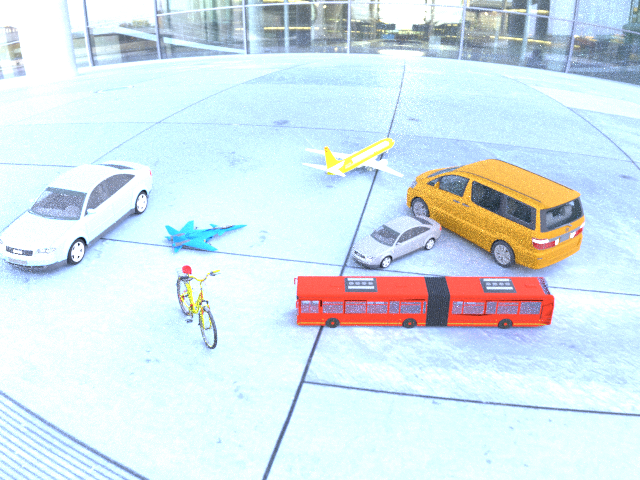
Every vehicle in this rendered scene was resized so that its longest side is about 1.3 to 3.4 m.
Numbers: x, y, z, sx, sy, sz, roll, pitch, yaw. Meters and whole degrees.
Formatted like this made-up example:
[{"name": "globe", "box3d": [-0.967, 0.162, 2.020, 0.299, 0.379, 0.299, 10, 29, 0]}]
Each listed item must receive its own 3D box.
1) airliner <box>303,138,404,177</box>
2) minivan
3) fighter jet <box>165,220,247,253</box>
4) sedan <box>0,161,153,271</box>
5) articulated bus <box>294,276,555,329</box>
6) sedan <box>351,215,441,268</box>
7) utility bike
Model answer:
[{"name": "airliner", "box3d": [0.800, -1.786, 13.723, 2.257, 0.835, 2.541, 20, 35, 31]}, {"name": "minivan", "box3d": [2.706, -0.610, 11.241, 1.324, 1.197, 3.011, -19, 34, -31]}, {"name": "fighter jet", "box3d": [-1.809, -0.166, 11.380, 1.358, 0.286, 1.147, -15, 32, -25]}, {"name": "sedan", "box3d": [-3.912, -0.567, 11.428, 1.235, 0.940, 3.137, 10, 31, 17]}, {"name": "articulated bus", "box3d": [1.345, 0.816, 9.336, 3.401, 0.561, 0.605, 0, 29, 0]}, {"name": "sedan", "box3d": [1.202, -0.034, 10.941, 1.613, 0.483, 0.635, -20, 35, -32]}, {"name": "utility bike", "box3d": [-1.585, 0.735, 9.086, 0.535, 0.946, 1.435, -16, 33, -26]}]
